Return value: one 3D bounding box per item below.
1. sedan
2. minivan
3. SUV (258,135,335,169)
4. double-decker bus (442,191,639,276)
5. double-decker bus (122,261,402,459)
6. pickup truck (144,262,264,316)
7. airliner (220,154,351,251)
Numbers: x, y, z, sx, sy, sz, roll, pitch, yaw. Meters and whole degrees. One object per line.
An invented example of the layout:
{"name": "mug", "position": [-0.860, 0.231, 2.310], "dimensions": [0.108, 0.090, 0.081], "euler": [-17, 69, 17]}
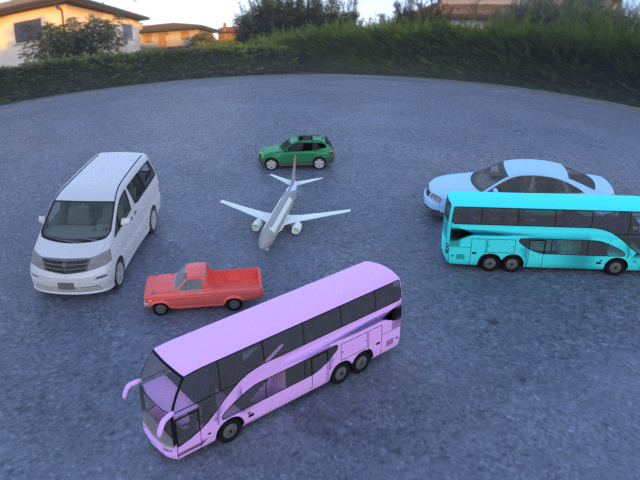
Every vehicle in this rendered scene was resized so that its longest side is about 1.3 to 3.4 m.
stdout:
{"name": "sedan", "position": [3.348, -0.840, 11.874], "dimensions": [3.137, 0.940, 1.235], "euler": [3, 26, 6]}
{"name": "minivan", "position": [-3.306, -0.323, 10.518], "dimensions": [1.324, 1.197, 3.011], "euler": [1, 26, 2]}
{"name": "SUV", "position": [-0.483, -1.808, 14.270], "dimensions": [1.572, 0.580, 0.656], "euler": [-1, 26, -3]}
{"name": "double-decker bus", "position": [3.443, -0.118, 10.262], "dimensions": [3.251, 1.052, 0.756], "euler": [2, 26, 4]}
{"name": "double-decker bus", "position": [-0.450, 1.214, 7.529], "dimensions": [3.251, 1.052, 0.756], "euler": [-20, 32, -35]}
{"name": "pickup truck", "position": [-1.560, 0.605, 9.395], "dimensions": [1.603, 0.511, 0.640], "euler": [-3, 26, -7]}
{"name": "airliner", "position": [-0.652, -0.628, 11.557], "dimensions": [2.257, 0.835, 2.541], "euler": [5, 26, 9]}
